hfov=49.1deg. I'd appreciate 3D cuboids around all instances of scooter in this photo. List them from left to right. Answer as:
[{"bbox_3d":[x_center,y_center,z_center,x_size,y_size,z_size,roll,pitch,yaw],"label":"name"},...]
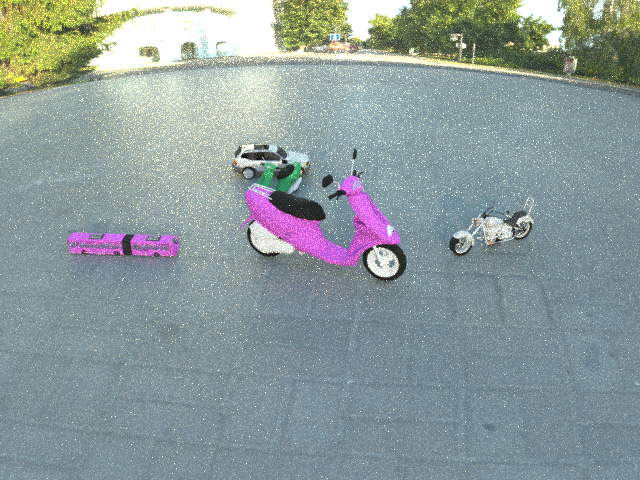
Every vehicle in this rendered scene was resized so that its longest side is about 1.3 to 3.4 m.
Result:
[{"bbox_3d":[-0.757,-1.150,12.844,0.662,0.919,1.399,18,33,30],"label":"scooter"},{"bbox_3d":[0.008,-0.374,10.457,2.721,1.786,1.288,11,30,20],"label":"scooter"}]

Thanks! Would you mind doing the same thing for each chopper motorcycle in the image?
[{"bbox_3d":[2.788,-0.225,11.269,1.563,0.761,0.466,-12,30,-21],"label":"chopper motorcycle"}]

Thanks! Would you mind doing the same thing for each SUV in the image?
[{"bbox_3d":[-0.979,-1.615,14.079,1.572,0.580,0.656,-2,28,-3],"label":"SUV"}]

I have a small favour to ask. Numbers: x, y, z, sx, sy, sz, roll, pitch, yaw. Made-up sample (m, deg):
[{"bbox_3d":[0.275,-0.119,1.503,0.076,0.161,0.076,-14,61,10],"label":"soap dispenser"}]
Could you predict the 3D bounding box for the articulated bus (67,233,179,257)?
[{"bbox_3d":[-3.151,0.072,11.214,1.749,0.289,0.311,2,28,3],"label":"articulated bus"}]
